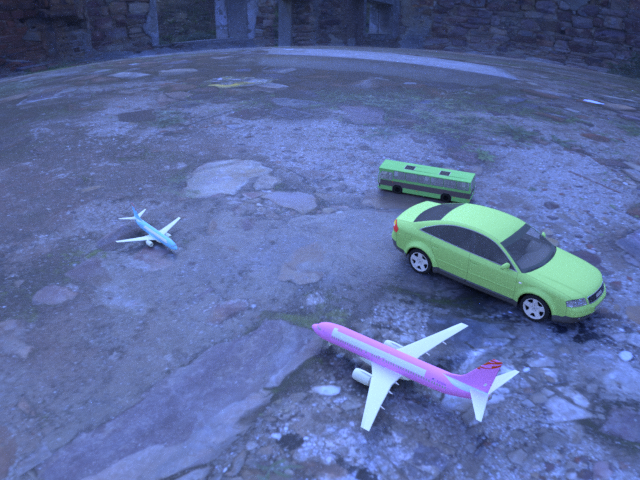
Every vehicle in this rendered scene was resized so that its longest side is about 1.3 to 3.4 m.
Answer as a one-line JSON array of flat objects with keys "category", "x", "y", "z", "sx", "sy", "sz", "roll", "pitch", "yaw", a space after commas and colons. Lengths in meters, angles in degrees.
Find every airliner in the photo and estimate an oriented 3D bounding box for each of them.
[{"category": "airliner", "x": 0.915, "y": 1.266, "z": 8.100, "sx": 2.541, "sy": 0.835, "sz": 2.257, "roll": 21, "pitch": 36, "yaw": 31}, {"category": "airliner", "x": -2.633, "y": -0.200, "z": 11.051, "sx": 1.161, "sy": 0.429, "sz": 1.307, "roll": -25, "pitch": 38, "yaw": -36}]

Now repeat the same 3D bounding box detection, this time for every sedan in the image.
[{"category": "sedan", "x": 2.479, "y": 0.157, "z": 9.920, "sx": 3.137, "sy": 0.940, "sz": 1.235, "roll": 24, "pitch": 37, "yaw": 35}]

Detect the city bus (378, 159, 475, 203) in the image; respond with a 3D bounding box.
[{"category": "city bus", "x": 1.886, "y": -1.029, "z": 12.459, "sx": 1.674, "sy": 0.460, "sz": 0.476, "roll": 12, "pitch": 32, "yaw": 19}]
